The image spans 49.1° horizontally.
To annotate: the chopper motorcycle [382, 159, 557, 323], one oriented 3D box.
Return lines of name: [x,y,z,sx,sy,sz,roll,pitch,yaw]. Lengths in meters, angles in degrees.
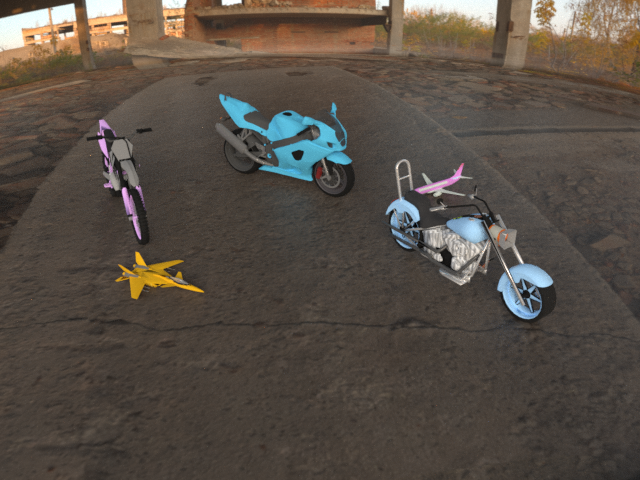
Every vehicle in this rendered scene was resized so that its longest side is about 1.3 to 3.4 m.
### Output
chopper motorcycle: [2.066,-0.040,9.972,0.906,1.480,3.040,-21,35,-32]

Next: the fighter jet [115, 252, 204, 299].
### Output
fighter jet: [-2.264,0.526,10.183,1.358,0.286,1.147,13,32,22]

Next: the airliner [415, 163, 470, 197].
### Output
airliner: [2.169,-1.088,12.926,1.307,0.429,1.161,-18,34,-28]

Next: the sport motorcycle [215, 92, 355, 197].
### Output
sport motorcycle: [-0.647,-1.778,12.964,2.955,1.596,0.983,17,33,28]

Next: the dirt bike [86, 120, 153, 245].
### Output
dirt bike: [-3.315,-1.123,11.720,1.024,1.666,2.903,-13,32,-23]
